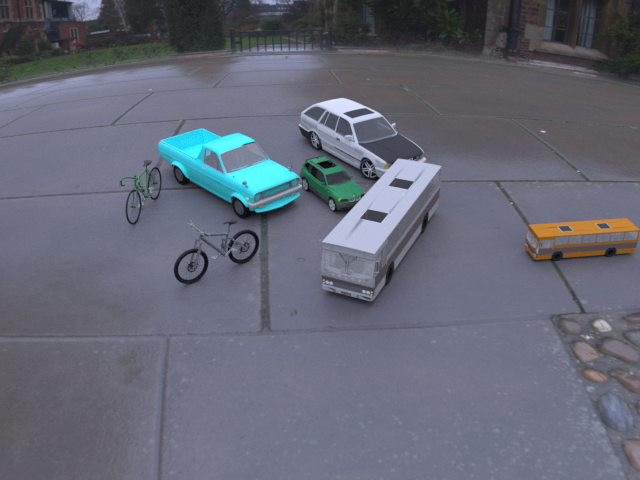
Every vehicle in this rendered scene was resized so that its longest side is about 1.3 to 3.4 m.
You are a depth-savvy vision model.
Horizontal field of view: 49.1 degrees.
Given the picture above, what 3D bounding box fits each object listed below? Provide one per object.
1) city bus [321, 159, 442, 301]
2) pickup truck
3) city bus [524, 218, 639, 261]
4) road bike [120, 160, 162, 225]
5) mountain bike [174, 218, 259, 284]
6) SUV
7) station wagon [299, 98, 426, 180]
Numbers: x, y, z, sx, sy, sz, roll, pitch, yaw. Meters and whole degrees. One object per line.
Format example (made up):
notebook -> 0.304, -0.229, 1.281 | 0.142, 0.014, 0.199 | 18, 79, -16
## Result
city bus -> 1.046, -0.237, 10.999 | 0.926, 0.894, 3.255 | 13, 32, 21
pickup truck -> -1.734, -1.416, 12.952 | 1.244, 0.993, 3.117 | -25, 38, -36
city bus -> 4.111, 0.001, 11.021 | 1.674, 0.460, 0.476 | -4, 30, -7
road bike -> -3.073, -0.901, 12.197 | 0.358, 0.852, 1.545 | 5, 30, 9
mountain bike -> -1.530, 0.110, 10.422 | 1.469, 0.868, 0.573 | -22, 36, -33
SUV -> 0.218, -1.056, 12.740 | 0.656, 0.580, 1.572 | -16, 34, -26
station wagon -> 0.823, -2.146, 14.294 | 1.327, 0.920, 3.105 | -19, 35, -29
